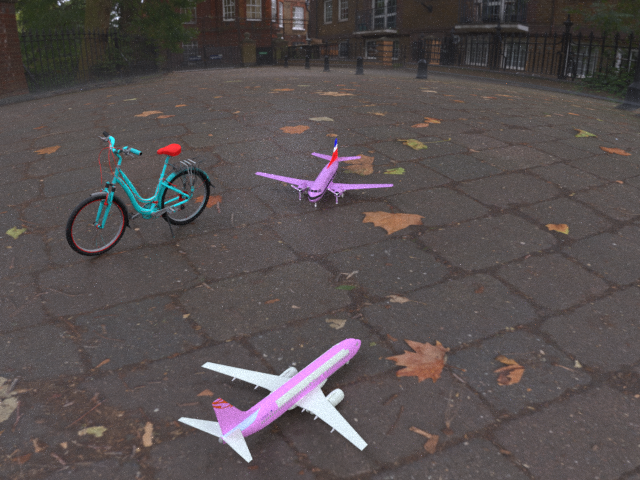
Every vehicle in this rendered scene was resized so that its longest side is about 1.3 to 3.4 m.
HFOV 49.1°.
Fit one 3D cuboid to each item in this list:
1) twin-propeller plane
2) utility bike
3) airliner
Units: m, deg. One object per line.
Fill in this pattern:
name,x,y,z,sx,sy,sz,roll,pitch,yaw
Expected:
twin-propeller plane,0.104,-1.281,13.334,2.663,0.792,2.129,6,27,12
utility bike,-2.771,-0.817,11.213,2.791,1.839,1.039,-24,35,-39
airliner,-0.277,1.488,7.681,2.257,0.835,2.541,19,32,33
